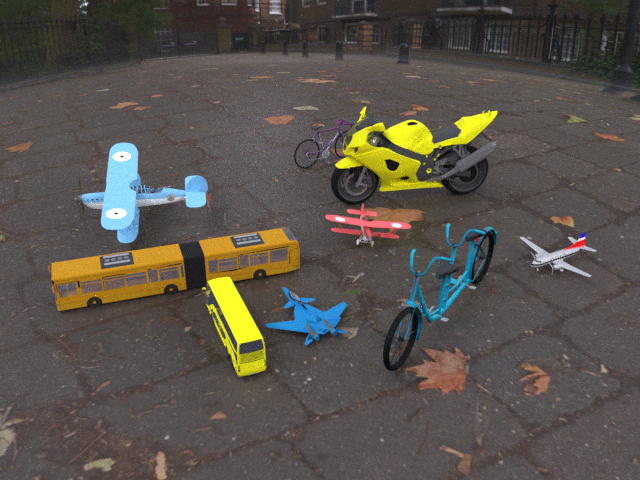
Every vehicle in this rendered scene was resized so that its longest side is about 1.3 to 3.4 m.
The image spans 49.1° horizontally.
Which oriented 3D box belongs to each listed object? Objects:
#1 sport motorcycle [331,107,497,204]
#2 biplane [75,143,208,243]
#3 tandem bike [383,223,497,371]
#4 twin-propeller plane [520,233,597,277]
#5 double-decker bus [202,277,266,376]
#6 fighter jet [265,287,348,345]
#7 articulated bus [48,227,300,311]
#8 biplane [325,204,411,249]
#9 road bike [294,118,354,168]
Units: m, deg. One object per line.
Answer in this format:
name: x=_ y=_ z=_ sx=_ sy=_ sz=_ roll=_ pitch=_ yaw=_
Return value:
sport motorcycle: x=1.629 y=-1.458 z=12.158 sx=2.955 sy=1.596 sz=0.983 roll=-6 pitch=28 yaw=-11
biplane: x=-2.885 y=-0.695 z=11.372 sx=2.120 sy=0.981 sz=2.598 roll=-5 pitch=28 yaw=-9
tandem bike: x=1.623 y=0.444 z=8.844 sx=0.550 sy=1.326 sz=3.192 roll=18 pitch=33 yaw=30
twin-propeller plane: x=3.525 y=0.183 z=10.322 sx=1.095 sy=0.407 sz=1.370 roll=-15 pitch=31 yaw=-26
double-decker bus: x=-1.071 y=1.006 z=8.620 sx=0.389 sy=0.541 sz=1.672 roll=-10 pitch=30 yaw=-19
fighter jet: x=-0.217 y=0.862 z=9.166 sx=1.147 sy=0.286 sz=1.358 roll=-13 pitch=31 yaw=-24
articulated bus: x=-1.974 y=0.379 z=9.786 sx=3.401 sy=0.561 sz=0.605 roll=-9 pitch=29 yaw=-17
biplane: x=0.734 y=-0.231 z=11.002 sx=1.336 sy=0.504 sz=1.090 roll=-2 pitch=28 yaw=-4
road bike: x=0.143 y=-1.912 z=13.815 sx=1.545 sy=0.852 sz=0.358 roll=-17 pitch=32 yaw=-29
